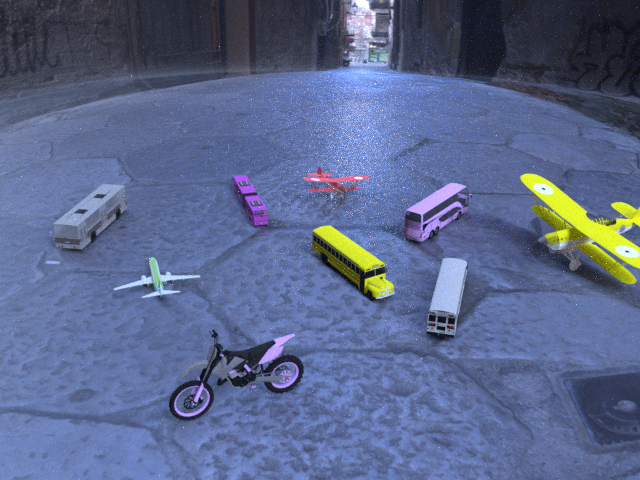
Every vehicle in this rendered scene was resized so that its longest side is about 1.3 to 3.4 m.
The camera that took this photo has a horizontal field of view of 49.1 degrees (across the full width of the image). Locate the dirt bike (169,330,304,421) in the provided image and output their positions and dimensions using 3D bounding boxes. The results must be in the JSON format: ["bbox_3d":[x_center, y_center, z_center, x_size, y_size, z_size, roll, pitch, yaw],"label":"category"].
[{"bbox_3d":[-0.850,1.377,7.278,1.493,0.857,0.527,-12,29,-23],"label":"dirt bike"}]

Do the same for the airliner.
[{"bbox_3d":[-2.268,0.437,9.668,1.161,0.429,1.307,-8,27,-16],"label":"airliner"}]

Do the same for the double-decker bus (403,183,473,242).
[{"bbox_3d":[1.929,-0.478,11.400,0.389,0.541,1.672,19,32,33],"label":"double-decker bus"}]

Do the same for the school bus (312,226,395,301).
[{"bbox_3d":[0.454,0.308,9.925,0.365,0.434,1.708,-15,30,-27],"label":"school bus"}]

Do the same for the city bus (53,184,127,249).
[{"bbox_3d":[-3.660,-0.378,11.288,0.476,0.460,1.674,5,27,10],"label":"city bus"}]

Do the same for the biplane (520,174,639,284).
[{"bbox_3d":[4.037,-0.126,10.188,2.120,0.981,2.598,-11,28,-22],"label":"biplane"}]

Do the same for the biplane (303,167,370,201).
[{"bbox_3d":[0.226,-1.022,12.545,1.336,0.504,1.090,-13,29,-25],"label":"biplane"}]

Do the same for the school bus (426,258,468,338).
[{"bbox_3d":[1.687,0.685,9.161,0.365,0.434,1.708,7,27,14],"label":"school bus"}]

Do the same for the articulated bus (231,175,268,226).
[{"bbox_3d":[-1.218,-0.707,12.150,0.311,0.289,1.749,-8,27,-16],"label":"articulated bus"}]
